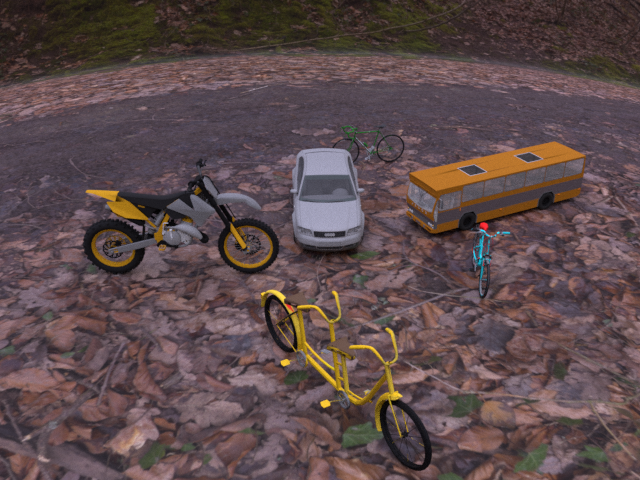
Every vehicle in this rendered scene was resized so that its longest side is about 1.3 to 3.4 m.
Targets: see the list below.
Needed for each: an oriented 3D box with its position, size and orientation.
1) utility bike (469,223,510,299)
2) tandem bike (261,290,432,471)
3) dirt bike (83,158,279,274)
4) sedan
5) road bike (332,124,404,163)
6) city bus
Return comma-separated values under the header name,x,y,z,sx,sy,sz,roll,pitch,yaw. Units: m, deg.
name,x,y,z,sx,sy,sz,roll,pitch,yaw
utility bike,2.417,0.172,10.215,0.535,0.946,1.435,2,29,4
tandem bike,0.172,1.268,7.874,0.550,1.326,3.192,-19,34,-30
dirt bike,-2.053,-0.236,10.207,2.903,1.666,1.024,0,29,0
sedan,0.110,-0.860,12.061,1.235,0.940,3.137,-1,29,-1
road bike,0.967,-1.916,14.033,1.545,0.852,0.358,-7,30,-12
city bus,3.088,-0.918,12.210,3.255,0.894,0.926,-14,32,-23
